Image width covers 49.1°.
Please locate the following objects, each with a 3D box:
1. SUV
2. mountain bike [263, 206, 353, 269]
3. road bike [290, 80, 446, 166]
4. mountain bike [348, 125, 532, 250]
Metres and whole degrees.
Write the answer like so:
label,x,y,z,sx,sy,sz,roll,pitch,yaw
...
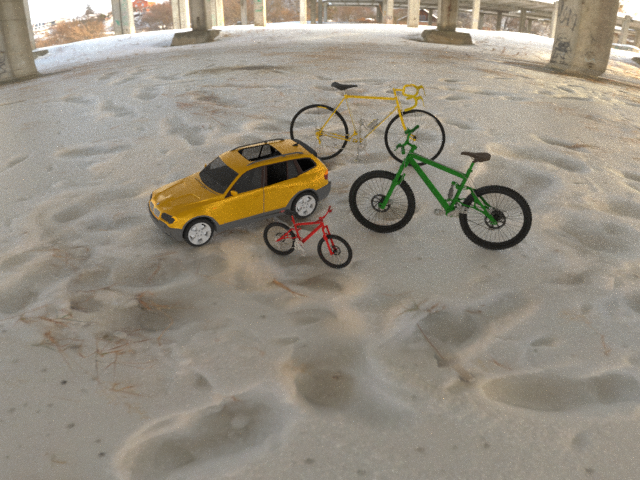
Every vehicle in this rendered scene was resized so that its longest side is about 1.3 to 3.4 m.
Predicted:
label,x,y,z,sx,sy,sz,roll,pitch,yaw
SUV,-1.305,-0.885,11.579,3.058,1.128,1.276,-16,34,-26
mountain bike,-0.199,-0.055,10.416,1.469,0.868,0.573,13,33,21
road bike,0.893,-2.223,13.349,3.004,1.656,0.696,5,31,8
mountain bike,1.827,-0.730,10.760,2.857,1.688,1.114,9,31,15
